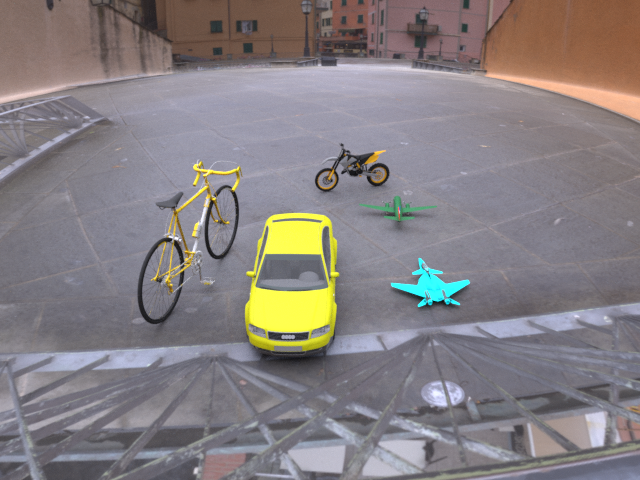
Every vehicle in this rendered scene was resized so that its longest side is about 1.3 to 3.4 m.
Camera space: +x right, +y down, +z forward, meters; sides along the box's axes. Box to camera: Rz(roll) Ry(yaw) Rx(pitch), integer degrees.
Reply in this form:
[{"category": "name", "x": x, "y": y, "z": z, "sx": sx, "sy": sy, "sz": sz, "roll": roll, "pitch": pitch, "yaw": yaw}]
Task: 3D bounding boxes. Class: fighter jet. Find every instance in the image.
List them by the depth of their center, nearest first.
[{"category": "fighter jet", "x": 1.597, "y": 0.516, "z": 10.241, "sx": 1.147, "sy": 0.286, "sz": 1.358, "roll": -2, "pitch": 28, "yaw": -4}]

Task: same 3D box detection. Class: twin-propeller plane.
[{"category": "twin-propeller plane", "x": 1.367, "y": -0.590, "z": 12.232, "sx": 1.370, "sy": 0.407, "sz": 1.095, "roll": 2, "pitch": 28, "yaw": 3}]

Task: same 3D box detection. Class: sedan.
[{"category": "sedan", "x": -0.354, "y": 0.422, "z": 9.713, "sx": 1.235, "sy": 0.940, "sz": 3.137, "roll": 0, "pitch": 28, "yaw": 1}]

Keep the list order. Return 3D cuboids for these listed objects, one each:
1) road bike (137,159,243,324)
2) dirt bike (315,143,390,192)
[{"category": "road bike", "x": -1.794, "y": -0.087, "z": 9.916, "sx": 0.696, "sy": 1.656, "sz": 3.004, "roll": 9, "pitch": 29, "yaw": 16}, {"category": "dirt bike", "x": 0.624, "y": -1.364, "z": 13.228, "sx": 1.493, "sy": 0.857, "sz": 0.527, "roll": -8, "pitch": 28, "yaw": -14}]
